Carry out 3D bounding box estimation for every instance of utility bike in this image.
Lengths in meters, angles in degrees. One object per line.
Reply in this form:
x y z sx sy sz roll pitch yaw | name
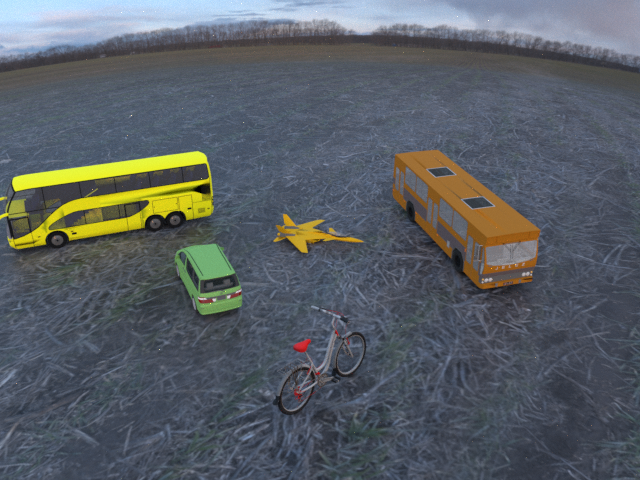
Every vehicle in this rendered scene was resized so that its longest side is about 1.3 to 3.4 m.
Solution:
-0.014 1.227 7.448 0.535 0.946 1.435 23 35 38 | utility bike

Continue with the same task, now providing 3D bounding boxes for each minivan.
-1.530 0.411 9.391 0.681 0.616 1.548 -11 29 -20 | minivan

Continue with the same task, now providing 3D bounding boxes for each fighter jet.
0.008 -0.122 10.782 1.358 0.286 1.147 6 28 12 | fighter jet

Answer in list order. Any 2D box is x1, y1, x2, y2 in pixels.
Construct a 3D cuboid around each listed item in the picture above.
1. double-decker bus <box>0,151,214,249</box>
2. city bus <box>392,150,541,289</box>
-3.305 -0.628 10.929 3.251 1.052 0.756 -11 29 -20 | double-decker bus
2.073 -0.395 10.648 0.926 0.894 3.255 -8 28 -14 | city bus
